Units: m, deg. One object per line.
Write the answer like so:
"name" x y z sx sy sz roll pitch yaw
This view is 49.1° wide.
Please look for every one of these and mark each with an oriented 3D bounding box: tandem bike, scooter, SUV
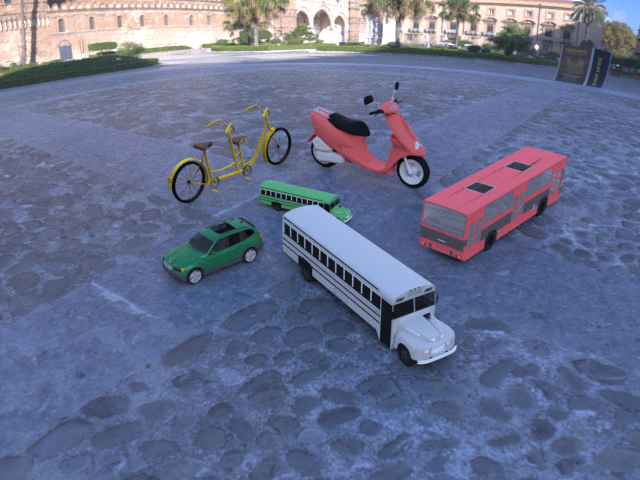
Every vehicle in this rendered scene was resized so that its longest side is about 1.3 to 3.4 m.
"tandem bike" -1.614 -1.685 13.119 0.550 1.326 3.192 21 34 34
"scooter" 0.880 -2.045 13.308 2.721 1.786 1.288 17 32 29
"SUV" -1.599 0.121 10.486 1.572 0.580 0.656 -21 35 -35

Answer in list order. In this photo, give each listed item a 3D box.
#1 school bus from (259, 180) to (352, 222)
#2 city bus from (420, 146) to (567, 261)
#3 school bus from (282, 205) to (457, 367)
"school bus" -0.249 -0.659 12.126 1.708 0.434 0.365 14 31 25
"city bus" 2.938 -0.639 11.594 0.926 0.894 3.255 23 36 37
"school bus" 0.566 0.515 9.453 0.709 0.844 3.322 -16 32 -28
